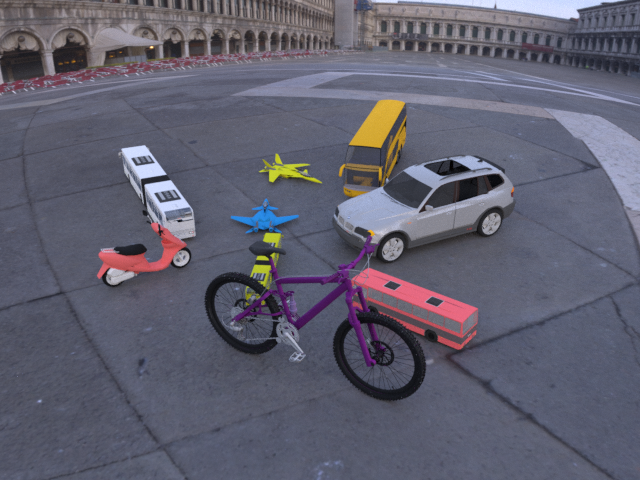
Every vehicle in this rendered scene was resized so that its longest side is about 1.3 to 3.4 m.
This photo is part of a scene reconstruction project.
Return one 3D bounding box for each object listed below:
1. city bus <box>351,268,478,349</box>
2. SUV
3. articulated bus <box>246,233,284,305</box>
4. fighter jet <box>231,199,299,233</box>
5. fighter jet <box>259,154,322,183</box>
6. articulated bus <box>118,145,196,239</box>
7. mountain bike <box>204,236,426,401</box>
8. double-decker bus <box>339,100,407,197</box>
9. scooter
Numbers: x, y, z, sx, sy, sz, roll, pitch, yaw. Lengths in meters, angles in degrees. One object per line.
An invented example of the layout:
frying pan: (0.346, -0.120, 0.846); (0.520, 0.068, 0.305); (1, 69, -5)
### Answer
city bus: (1.185, 0.884, 9.059); (1.674, 0.460, 0.476); (20, 33, 33)
SUV: (1.692, -0.599, 11.200); (3.058, 1.128, 1.276); (-13, 30, -24)
articulated bus: (-0.801, 0.396, 10.189); (0.311, 0.289, 1.749); (2, 27, 5)
fighter jet: (-0.941, -0.508, 11.941); (1.147, 0.286, 1.358); (-1, 27, -2)
fighter jet: (-0.492, -1.344, 13.558); (1.358, 0.286, 1.147); (20, 33, 33)
articulated bus: (-2.923, -0.905, 12.408); (0.605, 0.561, 3.401); (-12, 30, -22)
mountain bike: (-0.145, 0.814, 7.856); (2.857, 1.688, 1.114); (14, 30, 25)
double-decker bus: (1.114, -1.788, 13.583); (0.756, 1.052, 3.251); (7, 28, 13)
scooter: (-2.516, 0.132, 10.013); (1.399, 0.919, 0.662); (-16, 32, -29)
